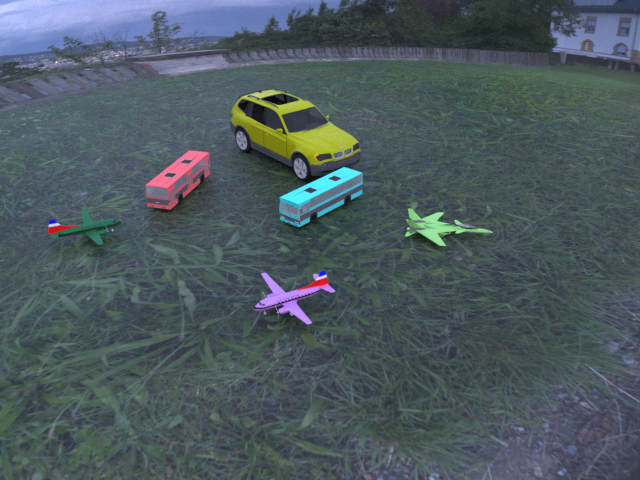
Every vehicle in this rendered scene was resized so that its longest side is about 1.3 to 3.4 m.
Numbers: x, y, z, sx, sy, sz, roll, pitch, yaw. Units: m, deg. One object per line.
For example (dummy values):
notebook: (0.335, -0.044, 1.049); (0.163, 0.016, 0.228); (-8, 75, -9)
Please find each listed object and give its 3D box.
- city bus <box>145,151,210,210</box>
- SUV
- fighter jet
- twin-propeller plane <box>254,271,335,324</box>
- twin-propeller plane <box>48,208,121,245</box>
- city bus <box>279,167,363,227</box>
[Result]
city bus: (-2.450, -1.048, 12.260); (0.476, 0.460, 1.674); (8, 29, 14)
SUV: (-0.536, -2.124, 13.549); (1.276, 1.128, 3.058); (-22, 35, -34)
fighter jet: (2.021, -0.239, 10.943); (1.358, 0.286, 1.147); (4, 29, 7)
twin-propeller plane: (-0.366, 0.691, 9.095); (1.095, 0.407, 1.370); (-15, 32, -25)
twin-propeller plane: (-3.620, -0.227, 10.794); (1.095, 0.407, 1.370); (-14, 31, -24)
city bus: (0.042, -0.714, 11.641); (0.476, 0.460, 1.674); (22, 35, 35)
